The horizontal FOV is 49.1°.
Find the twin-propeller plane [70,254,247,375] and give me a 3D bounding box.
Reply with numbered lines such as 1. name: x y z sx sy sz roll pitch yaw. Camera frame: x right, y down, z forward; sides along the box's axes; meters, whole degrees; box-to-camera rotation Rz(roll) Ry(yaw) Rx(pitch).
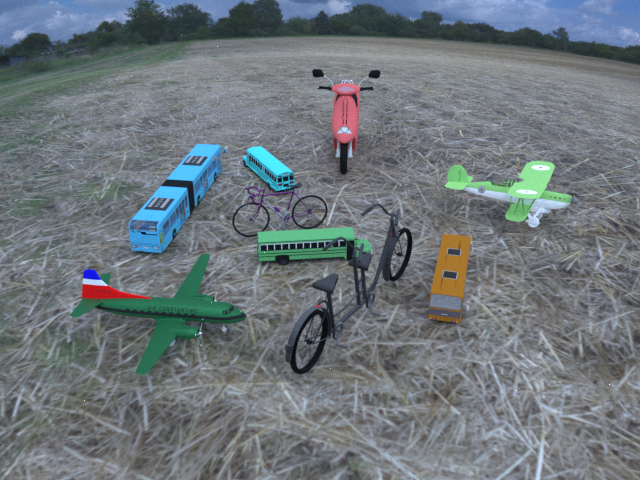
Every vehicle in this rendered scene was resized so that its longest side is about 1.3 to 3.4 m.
1. twin-propeller plane: -1.964 0.765 8.736 2.129 0.792 2.663 3 29 6

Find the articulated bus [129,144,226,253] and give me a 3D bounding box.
1. articulated bus: -2.340 -0.802 11.864 0.605 0.561 3.401 4 29 8

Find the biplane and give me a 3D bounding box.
1. biplane: 3.117 -0.800 11.420 2.120 0.981 2.598 12 31 21

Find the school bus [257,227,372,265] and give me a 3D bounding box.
1. school bus: -0.076 0.077 10.377 1.708 0.434 0.365 -3 29 -6

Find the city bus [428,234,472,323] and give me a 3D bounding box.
1. city bus: 1.783 0.510 9.554 0.476 0.460 1.674 7 29 13

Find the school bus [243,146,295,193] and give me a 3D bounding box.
1. school bus: -0.988 -1.344 12.994 0.365 0.434 1.708 -14 31 -24

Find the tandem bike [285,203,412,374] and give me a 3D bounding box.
1. tandem bike: 0.468 0.459 8.739 0.550 1.326 3.192 16 33 27

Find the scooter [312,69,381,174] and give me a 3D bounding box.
1. scooter: 0.511 -2.558 13.814 1.288 1.786 2.721 2 29 3

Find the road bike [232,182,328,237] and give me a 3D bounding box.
1. road bike: -0.619 -0.490 10.984 1.545 0.852 0.358 -8 30 -15
